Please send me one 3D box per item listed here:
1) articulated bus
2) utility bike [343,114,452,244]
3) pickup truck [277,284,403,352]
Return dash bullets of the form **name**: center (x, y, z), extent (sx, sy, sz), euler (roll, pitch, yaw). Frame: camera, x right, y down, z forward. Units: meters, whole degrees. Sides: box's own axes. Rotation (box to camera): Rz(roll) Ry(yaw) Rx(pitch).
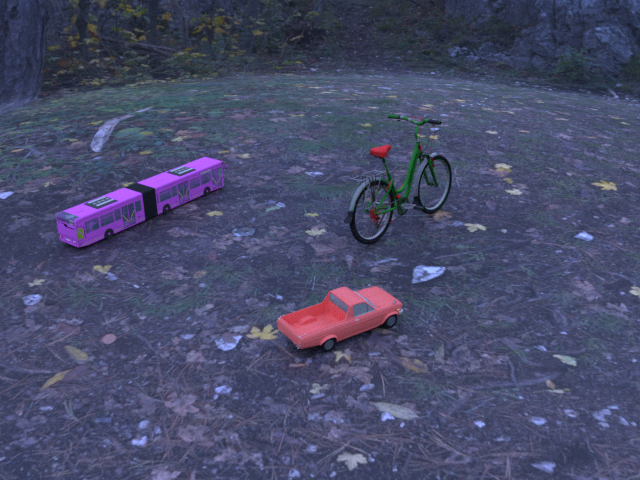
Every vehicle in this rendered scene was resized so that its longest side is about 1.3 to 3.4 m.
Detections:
- **articulated bus**: center (-2.957, -0.724, 12.135), extent (0.605, 0.561, 3.401), euler (17, 30, 31)
- **utility bike**: center (1.272, -1.070, 11.380), extent (1.039, 1.839, 2.791), euler (23, 34, 39)
- **pickup truck**: center (0.268, 0.923, 8.760), extent (1.603, 0.511, 0.640), euler (-16, 30, -30)
